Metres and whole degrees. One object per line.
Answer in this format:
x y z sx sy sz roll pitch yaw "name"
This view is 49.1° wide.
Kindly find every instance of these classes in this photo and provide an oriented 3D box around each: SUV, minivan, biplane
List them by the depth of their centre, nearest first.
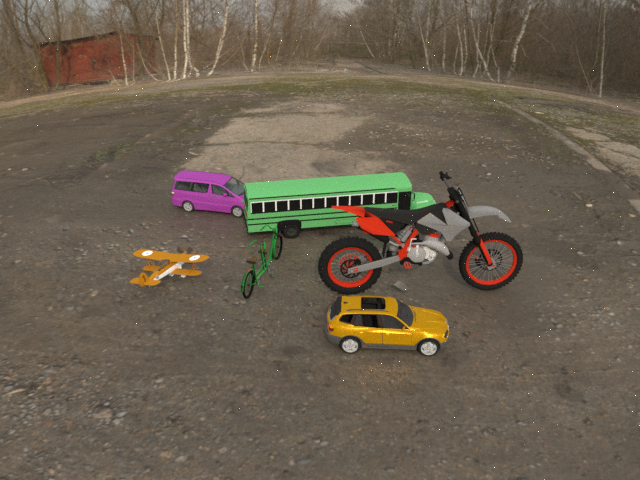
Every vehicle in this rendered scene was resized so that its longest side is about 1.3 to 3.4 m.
0.847 1.039 8.838 1.572 0.580 0.656 1 27 3 "SUV"
-2.266 0.417 10.165 1.336 0.504 1.090 13 29 24 "biplane"
-1.870 -0.849 12.572 1.548 0.616 0.681 6 27 13 "minivan"

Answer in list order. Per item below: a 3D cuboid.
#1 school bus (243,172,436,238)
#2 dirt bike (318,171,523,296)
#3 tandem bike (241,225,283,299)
0.382 -0.619 11.858 3.322 0.844 0.709 -5 27 -10 "school bus"
1.422 -0.004 9.709 2.903 1.666 1.024 -1 27 -3 "dirt bike"
-0.842 0.253 10.295 0.283 0.682 1.642 8 28 15 "tandem bike"
